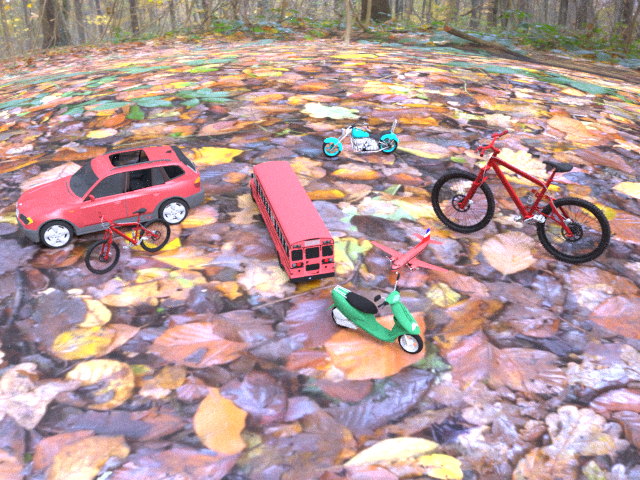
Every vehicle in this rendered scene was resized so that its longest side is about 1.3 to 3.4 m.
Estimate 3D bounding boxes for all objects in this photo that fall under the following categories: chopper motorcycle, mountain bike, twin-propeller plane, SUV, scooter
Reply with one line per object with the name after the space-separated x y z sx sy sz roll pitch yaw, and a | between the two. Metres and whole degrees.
0.827 -2.064 14.183 1.563 0.761 0.466 -3 31 -5 | chopper motorcycle
3.073 -0.638 10.843 2.857 1.688 1.114 18 35 27 | mountain bike
-2.918 -0.046 10.645 1.469 0.868 0.573 -26 39 -37 | mountain bike
1.403 0.179 10.717 1.370 0.407 1.095 22 37 33 | twin-propeller plane
-3.490 -0.822 11.709 3.058 1.128 1.276 -13 33 -21 | SUV
0.705 0.904 8.979 1.399 0.919 0.662 18 35 27 | scooter

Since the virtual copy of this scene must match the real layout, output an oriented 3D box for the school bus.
-0.544 -0.451 11.357 0.709 0.844 3.322 -8 31 -13 | school bus
